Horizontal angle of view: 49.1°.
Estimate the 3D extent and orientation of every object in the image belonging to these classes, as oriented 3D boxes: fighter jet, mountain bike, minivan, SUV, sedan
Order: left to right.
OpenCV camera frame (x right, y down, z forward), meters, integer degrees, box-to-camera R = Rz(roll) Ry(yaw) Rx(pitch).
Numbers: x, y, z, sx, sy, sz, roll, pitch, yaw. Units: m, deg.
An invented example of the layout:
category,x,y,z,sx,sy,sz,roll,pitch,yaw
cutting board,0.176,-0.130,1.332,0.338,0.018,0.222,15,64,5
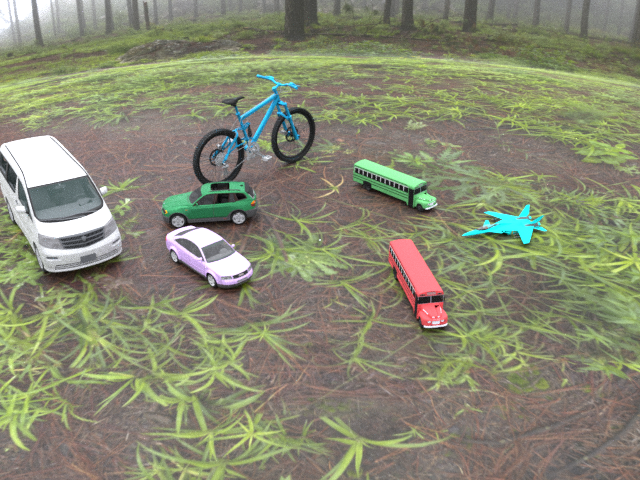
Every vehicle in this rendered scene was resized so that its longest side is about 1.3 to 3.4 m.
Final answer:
category,x,y,z,sx,sy,sz,roll,pitch,yaw
minivan,-4.080,-0.614,10.783,1.324,1.197,3.011,-17,33,-29
sedan,-1.607,0.182,10.058,0.635,0.483,1.613,-24,36,-37
SUV,-1.800,-0.615,11.434,1.572,0.580,0.656,-3,29,-6
mountain bike,-1.145,-1.998,12.833,2.857,1.688,1.114,-24,37,-37
fighter jet,2.856,-0.254,11.074,1.358,0.286,1.147,-10,30,-17

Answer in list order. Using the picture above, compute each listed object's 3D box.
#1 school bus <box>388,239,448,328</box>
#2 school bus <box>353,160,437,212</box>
category,x,y,z,sx,sy,sz,roll,pitch,yaw
school bus,1.303,0.569,9.392,0.365,0.434,1.708,-5,29,-9
school bus,1.305,-0.962,12.231,0.365,0.434,1.708,-24,37,-37
